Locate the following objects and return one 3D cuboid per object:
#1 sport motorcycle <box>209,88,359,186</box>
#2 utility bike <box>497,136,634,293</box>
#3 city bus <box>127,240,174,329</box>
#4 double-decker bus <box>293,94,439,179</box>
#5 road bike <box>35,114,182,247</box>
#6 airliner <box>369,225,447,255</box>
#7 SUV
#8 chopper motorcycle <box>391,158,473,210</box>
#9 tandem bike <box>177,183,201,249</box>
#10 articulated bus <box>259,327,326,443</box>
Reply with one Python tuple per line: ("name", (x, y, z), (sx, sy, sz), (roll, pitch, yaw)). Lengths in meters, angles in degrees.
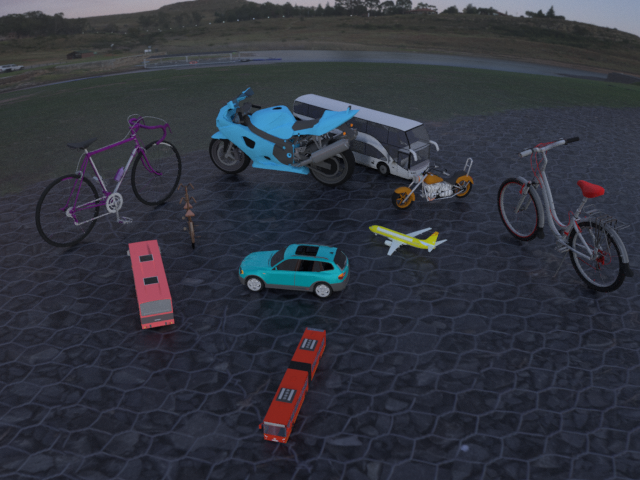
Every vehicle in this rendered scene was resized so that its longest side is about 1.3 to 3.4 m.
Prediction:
("sport motorcycle", (-0.717, -1.861, 12.984), (2.955, 1.596, 0.983), (8, 29, 15))
("utility bike", (3.388, -0.432, 10.030), (1.039, 1.839, 2.791), (-12, 30, -22))
("city bus", (-2.318, 0.592, 9.569), (0.476, 0.460, 1.674), (-9, 29, -16))
("double-decker bus", (0.804, -2.078, 13.973), (3.251, 1.052, 0.756), (23, 36, 37))
("road bike", (-3.343, -1.019, 11.333), (0.696, 1.656, 3.004), (18, 33, 30))
("airliner", (1.295, -0.113, 10.932), (1.307, 0.429, 1.161), (22, 35, 35))
("SUV", (-0.361, 0.374, 9.854), (1.572, 0.580, 0.656), (5, 28, 8))
("chopper motorcycle", (1.985, -0.983, 12.218), (1.563, 0.761, 0.466), (-10, 30, -18))
("tandem bike", (-2.118, -0.450, 11.299), (0.283, 0.682, 1.642), (-6, 29, -12))
("articulated bus", (-0.259, 1.583, 7.884), (0.311, 0.289, 1.749), (7, 29, 12))
